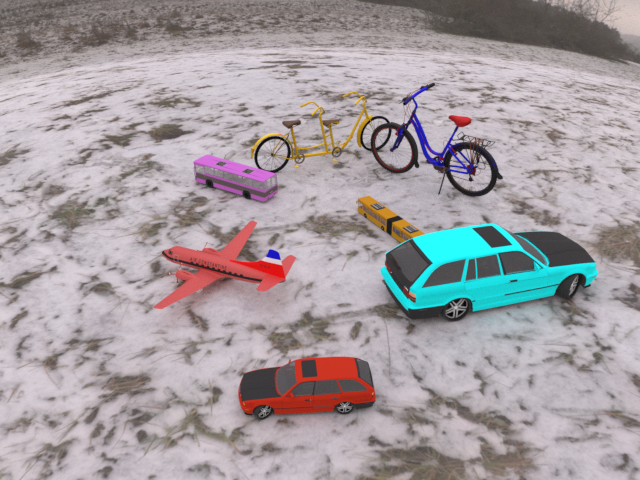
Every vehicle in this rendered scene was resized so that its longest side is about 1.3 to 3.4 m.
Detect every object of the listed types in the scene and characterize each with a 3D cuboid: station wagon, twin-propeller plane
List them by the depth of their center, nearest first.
[{"bbox_3d":[-0.161,1.684,8.207,1.597,0.473,0.682,-3,30,-4],"label":"station wagon"},{"bbox_3d":[2.486,0.324,10.094,3.105,0.920,1.327,-9,31,-15],"label":"station wagon"},{"bbox_3d":[-1.454,0.294,10.273,2.129,0.792,2.663,13,33,21],"label":"twin-propeller plane"}]

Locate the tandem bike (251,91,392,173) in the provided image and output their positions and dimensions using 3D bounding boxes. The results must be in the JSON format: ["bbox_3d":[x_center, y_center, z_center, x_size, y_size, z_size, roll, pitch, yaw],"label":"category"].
[{"bbox_3d":[0.086,-2.163,13.954,3.192,1.326,0.550,-15,33,-23],"label":"tandem bike"}]

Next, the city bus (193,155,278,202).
[{"bbox_3d":[-1.587,-1.146,13.069,1.674,0.460,0.476,18,35,28],"label":"city bus"}]

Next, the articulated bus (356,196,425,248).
[{"bbox_3d":[1.204,-0.280,11.756,0.311,0.289,1.749,-17,34,-26],"label":"articulated bus"}]

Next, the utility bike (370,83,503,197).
[{"bbox_3d":[2.048,-1.796,12.816,2.791,1.839,1.039,21,36,31],"label":"utility bike"}]
